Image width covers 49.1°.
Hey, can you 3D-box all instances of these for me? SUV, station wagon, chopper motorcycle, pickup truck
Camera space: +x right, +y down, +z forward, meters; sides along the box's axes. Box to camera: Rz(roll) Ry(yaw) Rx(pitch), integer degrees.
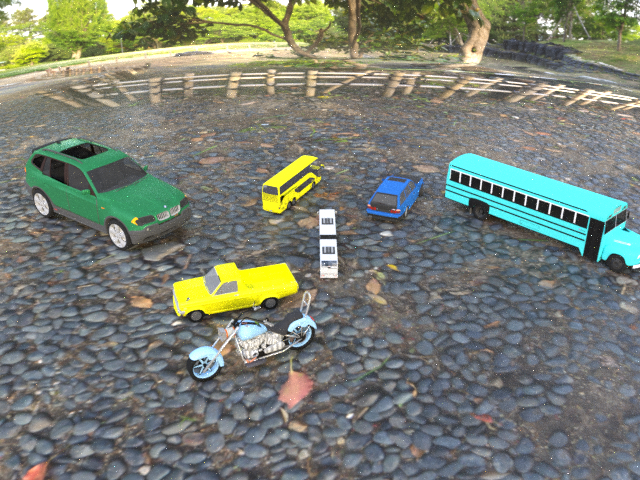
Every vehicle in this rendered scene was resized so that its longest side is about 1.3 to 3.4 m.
[{"bbox_3d":[-3.444,-0.843,11.154,3.058,1.128,1.276,19,33,31],"label":"SUV"},{"bbox_3d":[1.301,-0.816,11.804,0.682,0.473,1.597,11,30,20],"label":"station wagon"},{"bbox_3d":[-0.755,1.084,7.903,1.563,0.761,0.466,-14,31,-24],"label":"chopper motorcycle"},{"bbox_3d":[-1.104,0.602,9.082,1.603,0.511,0.640,-9,29,-16],"label":"pickup truck"}]

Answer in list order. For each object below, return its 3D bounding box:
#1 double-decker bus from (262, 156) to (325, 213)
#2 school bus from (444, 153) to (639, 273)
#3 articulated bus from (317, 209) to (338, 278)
[{"bbox_3d":[-0.452,-0.990,12.062,0.389,0.541,1.672,13,30,22],"label":"double-decker bus"},{"bbox_3d":[3.456,-0.484,10.779,0.709,0.844,3.322,-24,36,-37],"label":"school bus"},{"bbox_3d":[0.120,0.025,10.412,0.311,0.289,1.749,0,28,0],"label":"articulated bus"}]
